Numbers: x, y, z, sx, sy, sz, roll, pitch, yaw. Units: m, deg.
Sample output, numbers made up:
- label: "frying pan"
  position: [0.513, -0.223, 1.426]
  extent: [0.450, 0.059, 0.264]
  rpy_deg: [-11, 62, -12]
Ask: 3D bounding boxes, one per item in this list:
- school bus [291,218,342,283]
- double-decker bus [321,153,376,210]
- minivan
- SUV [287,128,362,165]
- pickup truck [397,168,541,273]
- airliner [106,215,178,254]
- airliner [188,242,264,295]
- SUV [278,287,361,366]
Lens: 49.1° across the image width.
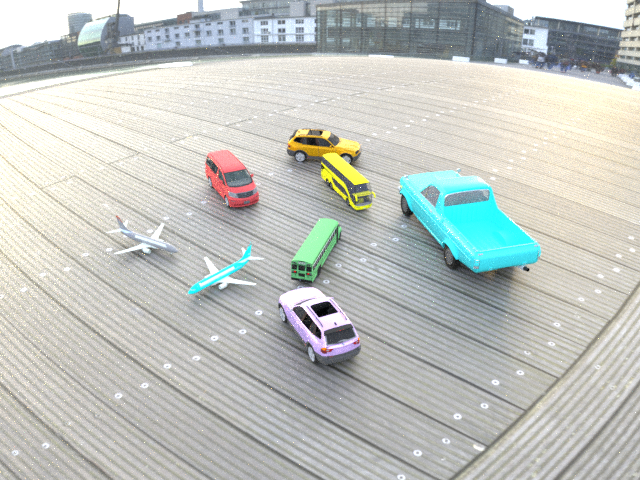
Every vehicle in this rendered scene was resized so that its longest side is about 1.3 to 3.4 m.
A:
- label: "school bus"
  position: [-0.025, 0.106, 11.159]
  extent: [0.365, 0.434, 1.708]
  rpy_deg: [9, 31, 15]
- label: "double-decker bus"
  position: [0.493, -1.098, 13.176]
  extent: [0.389, 0.541, 1.672]
  rpy_deg: [-12, 32, -20]
- label: "minivan"
  position: [-1.675, -1.164, 13.216]
  extent: [0.681, 0.616, 1.548]
  rpy_deg: [-14, 32, -23]
- label: "SUV"
  position: [0.086, -1.981, 14.693]
  extent: [1.572, 0.580, 0.656]
  rpy_deg: [5, 30, 9]
- label: "pickup truck"
  position: [2.358, -0.446, 11.566]
  extent: [1.244, 0.993, 3.117]
  rpy_deg: [-8, 31, -14]
- label: "airliner"
  position: [-2.853, -0.077, 11.487]
  extent: [1.307, 0.429, 1.161]
  rpy_deg: [15, 33, 25]
- label: "airliner"
  position: [-1.483, 0.438, 10.579]
  extent: [1.161, 0.429, 1.307]
  rpy_deg: [24, 38, 36]
- label: "SUV"
  position: [-0.028, 1.049, 9.347]
  extent: [0.656, 0.580, 1.572]
  rpy_deg: [-13, 32, -22]
